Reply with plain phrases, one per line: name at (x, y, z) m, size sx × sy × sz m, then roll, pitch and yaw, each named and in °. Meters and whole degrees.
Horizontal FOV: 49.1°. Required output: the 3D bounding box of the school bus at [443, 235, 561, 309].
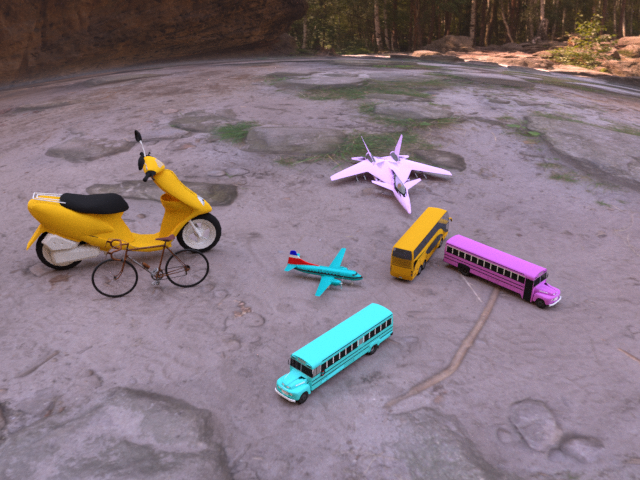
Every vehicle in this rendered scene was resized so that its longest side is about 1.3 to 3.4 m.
school bus at (2.496, 0.416, 9.619) m, size 0.365 × 0.434 × 1.708 m, roll -25°, pitch 37°, yaw -39°

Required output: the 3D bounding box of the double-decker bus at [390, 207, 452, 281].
double-decker bus at (1.495, 0.014, 10.269) m, size 0.389 × 0.541 × 1.672 m, roll 14°, pitch 31°, yaw 24°

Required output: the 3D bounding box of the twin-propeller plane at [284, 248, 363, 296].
twin-propeller plane at (0.067, 0.386, 9.705) m, size 1.095 × 0.407 × 1.370 m, roll 8°, pitch 29°, yaw 15°

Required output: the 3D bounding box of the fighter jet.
fighter jet at (1.327, -1.197, 12.550) m, size 2.229 × 0.557 × 2.640 m, roll -3°, pitch 28°, yaw -6°

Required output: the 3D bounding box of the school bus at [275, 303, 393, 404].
school bus at (0.184, 1.271, 7.996) m, size 0.365 × 0.434 × 1.708 m, roll 23°, pitch 36°, yaw 37°

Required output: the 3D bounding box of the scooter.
scooter at (-2.784, -0.486, 9.881) m, size 2.721 × 1.786 × 1.288 m, roll -7°, pitch 29°, yaw -13°

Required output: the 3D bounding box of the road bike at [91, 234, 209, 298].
road bike at (-2.259, 0.333, 9.329) m, size 1.545 × 0.852 × 0.358 m, roll -7°, pitch 29°, yaw -14°
